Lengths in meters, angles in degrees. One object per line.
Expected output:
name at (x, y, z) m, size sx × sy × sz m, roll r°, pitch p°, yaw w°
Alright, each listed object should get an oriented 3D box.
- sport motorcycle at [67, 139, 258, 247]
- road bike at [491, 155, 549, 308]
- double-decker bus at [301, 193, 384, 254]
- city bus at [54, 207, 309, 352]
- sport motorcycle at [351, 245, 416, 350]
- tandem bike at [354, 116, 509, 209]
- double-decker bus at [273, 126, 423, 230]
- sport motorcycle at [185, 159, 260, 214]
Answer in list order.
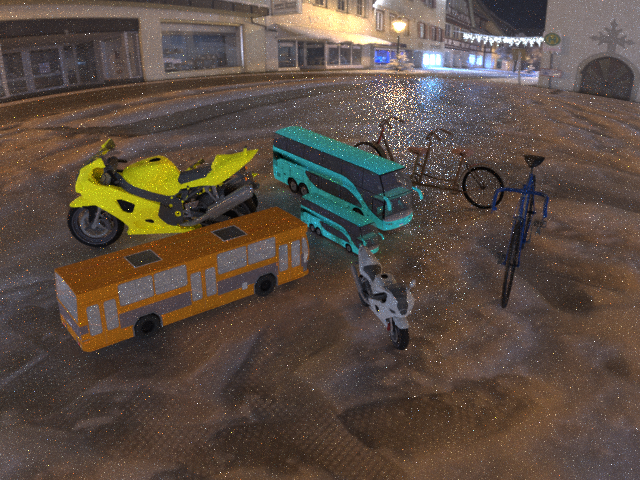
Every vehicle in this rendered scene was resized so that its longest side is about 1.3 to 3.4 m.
sport motorcycle at (-2.395, -0.665, 10.690) m, size 2.955 × 1.596 × 0.983 m, roll -3°, pitch 26°, yaw -5°
road bike at (2.840, -0.275, 9.821) m, size 0.697 × 1.656 × 3.004 m, roll 10°, pitch 28°, yaw 19°
double-decker bus at (0.303, -0.245, 11.031) m, size 0.389 × 0.541 × 1.672 m, roll -19°, pitch 32°, yaw -33°
city bus at (-1.684, 0.464, 9.174) m, size 3.255 × 0.894 × 0.926 m, roll -18°, pitch 31°, yaw -32°
sport motorcycle at (0.782, 0.705, 8.764) m, size 0.506 × 0.821 × 1.520 m, roll -8°, pitch 27°, yaw -16°
tandem bike at (1.881, -1.432, 12.571) m, size 3.192 × 1.326 × 0.550 m, roll 17°, pitch 31°, yaw 31°
double-decker bus at (0.350, -1.109, 12.222) m, size 0.756 × 1.052 × 3.251 m, roll -20°, pitch 32°, yaw -34°
sport motorcycle at (-1.751, -0.892, 12.040) m, size 1.520 × 0.821 × 0.506 m, roll 9°, pitch 27°, yaw 17°
